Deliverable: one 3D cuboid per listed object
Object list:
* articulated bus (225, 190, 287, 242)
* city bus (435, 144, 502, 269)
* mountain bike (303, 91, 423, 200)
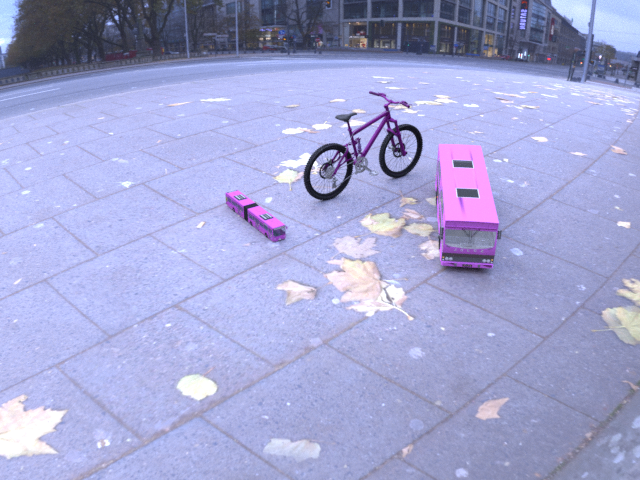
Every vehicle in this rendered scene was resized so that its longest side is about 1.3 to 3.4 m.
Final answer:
[{"bbox_3d":[-1.139,-0.441,12.180,0.311,0.289,1.749,-18,33,-29],"label":"articulated bus"},{"bbox_3d":[2.426,-0.641,11.913,0.926,0.894,3.255,3,29,6],"label":"city bus"},{"bbox_3d":[0.881,-1.757,13.136,2.857,1.688,1.114,-19,34,-31],"label":"mountain bike"}]
